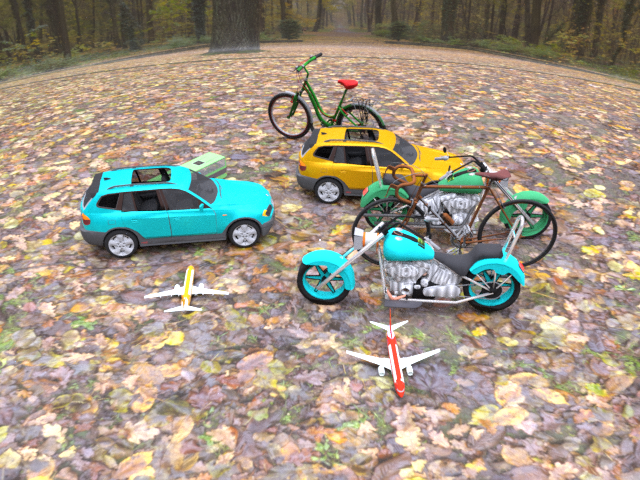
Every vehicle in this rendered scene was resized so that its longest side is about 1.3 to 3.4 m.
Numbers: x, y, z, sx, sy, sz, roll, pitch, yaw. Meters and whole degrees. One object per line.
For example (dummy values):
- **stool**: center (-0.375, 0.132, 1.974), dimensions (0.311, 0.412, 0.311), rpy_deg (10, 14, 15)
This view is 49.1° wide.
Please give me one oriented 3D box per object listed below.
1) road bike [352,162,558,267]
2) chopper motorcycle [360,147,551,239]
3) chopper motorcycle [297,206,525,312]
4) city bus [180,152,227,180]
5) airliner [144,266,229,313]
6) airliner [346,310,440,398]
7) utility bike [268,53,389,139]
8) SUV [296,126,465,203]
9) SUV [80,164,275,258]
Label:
- **road bike**: center (1.970, -0.305, 10.160), dimensions (3.004, 1.656, 0.697), rpy_deg (1, 30, 1)
- **chopper motorcycle**: center (2.167, -0.732, 11.080), dimensions (3.040, 1.480, 0.906), rpy_deg (1, 30, 2)
- **chopper motorcycle**: center (1.204, 0.270, 9.337), dimensions (3.040, 1.480, 0.906), rpy_deg (3, 30, 6)
- **city bus**: center (-2.407, -1.080, 12.708), dimensions (0.476, 0.460, 1.674), rpy_deg (19, 35, 30)
- **airliner**: center (-1.861, 0.610, 9.798), dimensions (1.161, 0.429, 1.307), rpy_deg (-2, 30, -4)
- **airliner**: center (0.910, 1.364, 8.487), dimensions (1.161, 0.429, 1.307), rpy_deg (-1, 30, -1)
- **utility bike**: center (0.092, -2.718, 14.173), dimensions (2.791, 1.839, 1.039), rpy_deg (14, 33, 23)
- **SUV**: center (1.092, -1.371, 12.542), dimensions (3.058, 1.128, 1.276), rpy_deg (3, 30, 5)
- **SUV**: center (-2.252, -0.565, 11.141), dimensions (3.058, 1.128, 1.276), rpy_deg (-5, 30, -8)
